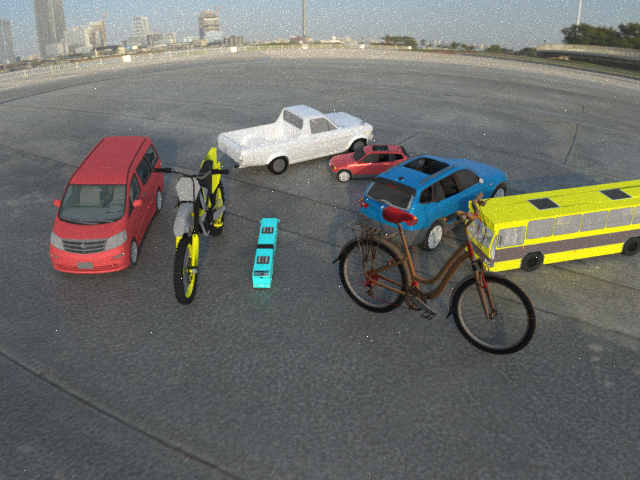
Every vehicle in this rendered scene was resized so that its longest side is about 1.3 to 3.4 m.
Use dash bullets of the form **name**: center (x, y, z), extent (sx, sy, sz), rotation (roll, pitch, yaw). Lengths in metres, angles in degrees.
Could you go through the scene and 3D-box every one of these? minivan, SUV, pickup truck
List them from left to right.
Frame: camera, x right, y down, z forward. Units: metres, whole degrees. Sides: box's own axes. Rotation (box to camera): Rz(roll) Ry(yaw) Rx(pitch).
- **minivan**: center (-3.300, -0.621, 11.020), extent (1.324, 1.197, 3.011), rotation (0, 28, 0)
- **pickup truck**: center (-0.452, -2.107, 14.029), extent (3.117, 0.993, 1.244), rotation (-16, 32, -28)
- **SUV**: center (0.949, -1.486, 13.301), extent (1.572, 0.580, 0.656), rotation (-1, 28, -2)
- **SUV**: center (1.923, -0.824, 11.475), extent (1.276, 1.128, 3.058), rotation (23, 36, 37)

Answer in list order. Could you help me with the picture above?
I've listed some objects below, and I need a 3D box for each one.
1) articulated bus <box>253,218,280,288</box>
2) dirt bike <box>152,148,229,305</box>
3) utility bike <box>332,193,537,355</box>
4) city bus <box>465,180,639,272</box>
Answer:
- **articulated bus**: center (-0.809, 0.163, 10.515), extent (0.311, 0.289, 1.749), rotation (0, 28, 0)
- **dirt bike**: center (-1.713, -0.378, 10.065), extent (1.024, 1.666, 2.903), rotation (2, 28, 3)
- **utility bike**: center (1.391, 0.274, 8.658), extent (2.791, 1.839, 1.039), rotation (17, 33, 29)
- **city bus**: center (3.837, -0.215, 10.581), extent (3.255, 0.894, 0.926), rotation (-8, 29, -14)
